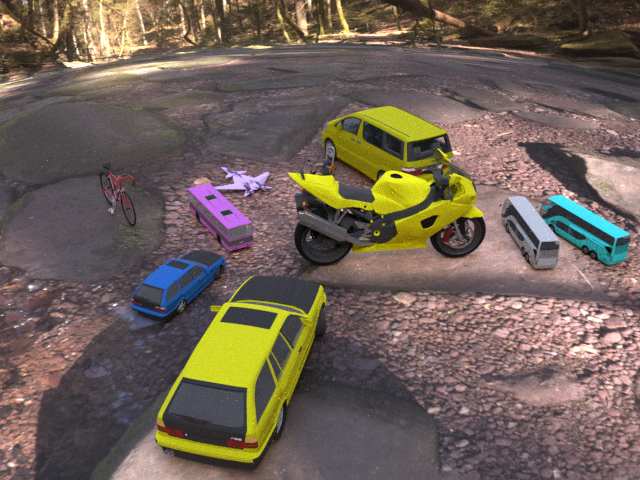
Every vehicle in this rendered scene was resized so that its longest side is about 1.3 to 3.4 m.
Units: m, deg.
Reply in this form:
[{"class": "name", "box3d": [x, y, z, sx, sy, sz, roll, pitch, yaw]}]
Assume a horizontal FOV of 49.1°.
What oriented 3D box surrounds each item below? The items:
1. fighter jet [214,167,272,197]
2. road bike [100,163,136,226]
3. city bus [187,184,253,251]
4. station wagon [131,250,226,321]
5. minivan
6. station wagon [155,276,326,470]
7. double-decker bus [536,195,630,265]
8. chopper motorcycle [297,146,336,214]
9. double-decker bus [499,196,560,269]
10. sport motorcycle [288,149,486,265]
[{"class": "fighter jet", "box3d": [-1.501, -1.210, 13.020, 1.147, 0.286, 1.358, -20, 36, -31]}, {"class": "road bike", "box3d": [-3.424, -0.818, 11.764, 0.358, 0.852, 1.545, -19, 35, -30]}, {"class": "city bus", "box3d": [-1.635, -0.368, 11.372, 0.476, 0.460, 1.674, -16, 34, -26]}, {"class": "station wagon", "box3d": [-1.941, 0.525, 9.794, 0.682, 0.473, 1.597, 13, 32, 22]}, {"class": "minivan", "box3d": [1.181, -1.860, 13.239, 1.324, 1.197, 3.011, -17, 34, -27]}, {"class": "station wagon", "box3d": [-0.775, 1.222, 8.125, 1.327, 0.920, 3.105, 7, 30, 12]}, {"class": "double-decker bus", "box3d": [4.094, -0.194, 10.986, 0.389, 0.541, 1.672, -13, 32, -22]}, {"class": "chopper motorcycle", "box3d": [-0.056, -1.033, 12.231, 0.466, 0.761, 1.563, 11, 31, 18]}, {"class": "double-decker bus", "box3d": [3.250, -0.160, 10.925, 0.389, 0.541, 1.672, -3, 30, -5]}, {"class": "sport motorcycle", "box3d": [1.027, -0.395, 10.273, 2.955, 1.596, 0.983, -3, 30, -5]}]
